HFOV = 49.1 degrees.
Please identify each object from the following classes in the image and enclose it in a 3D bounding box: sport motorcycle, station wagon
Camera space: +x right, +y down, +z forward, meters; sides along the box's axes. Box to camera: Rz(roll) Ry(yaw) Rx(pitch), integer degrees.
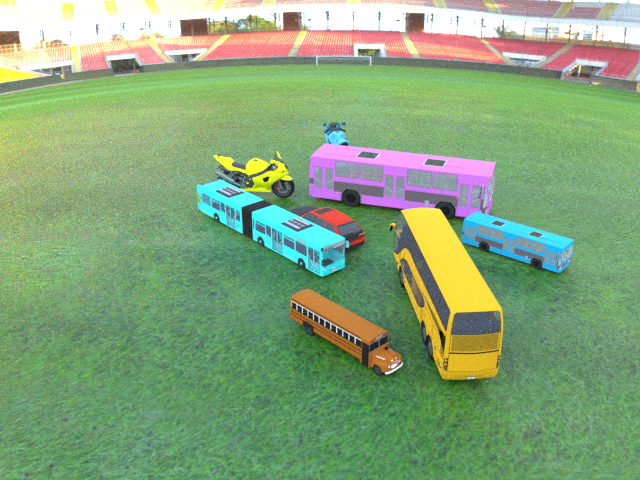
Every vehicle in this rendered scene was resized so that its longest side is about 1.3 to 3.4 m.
[{"bbox_3d":[-1.226,-1.204,13.079,1.520,0.821,0.506,4,26,7],"label":"sport motorcycle"},{"bbox_3d":[0.372,-1.947,14.616,0.506,0.821,1.520,-4,26,-9],"label":"sport motorcycle"},{"bbox_3d":[0.044,-0.282,11.571,0.682,0.473,1.597,-19,31,-33],"label":"station wagon"}]

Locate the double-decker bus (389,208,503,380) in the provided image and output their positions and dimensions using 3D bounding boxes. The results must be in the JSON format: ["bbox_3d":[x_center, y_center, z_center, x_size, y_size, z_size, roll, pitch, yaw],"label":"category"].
[{"bbox_3d":[1.568,0.539,9.208,0.756,1.052,3.251,-2,26,-5],"label":"double-decker bus"}]

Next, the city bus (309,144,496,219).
[{"bbox_3d":[1.461,-1.043,12.662,3.255,0.894,0.926,9,27,17],"label":"city bus"}]

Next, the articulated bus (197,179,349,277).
[{"bbox_3d":[-0.889,-0.270,11.445,0.605,0.561,3.401,-21,33,-37],"label":"articulated bus"}]

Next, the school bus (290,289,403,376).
[{"bbox_3d":[0.308,1.128,8.701,0.365,0.434,1.708,-22,34,-38],"label":"school bus"}]

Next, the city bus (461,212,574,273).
[{"bbox_3d":[3.051,0.036,10.929,1.674,0.460,0.476,20,32,36],"label":"city bus"}]
